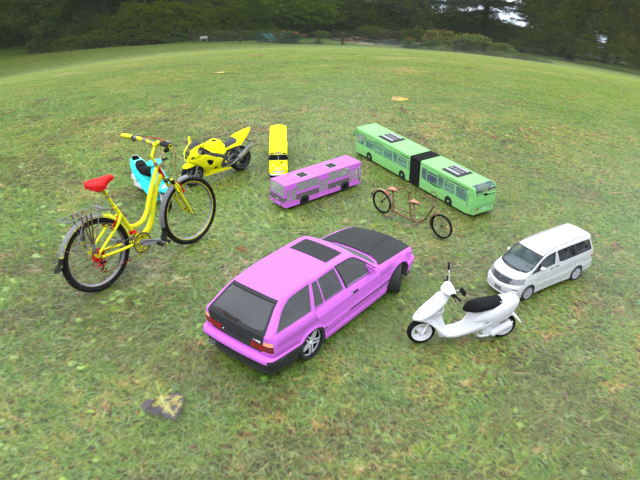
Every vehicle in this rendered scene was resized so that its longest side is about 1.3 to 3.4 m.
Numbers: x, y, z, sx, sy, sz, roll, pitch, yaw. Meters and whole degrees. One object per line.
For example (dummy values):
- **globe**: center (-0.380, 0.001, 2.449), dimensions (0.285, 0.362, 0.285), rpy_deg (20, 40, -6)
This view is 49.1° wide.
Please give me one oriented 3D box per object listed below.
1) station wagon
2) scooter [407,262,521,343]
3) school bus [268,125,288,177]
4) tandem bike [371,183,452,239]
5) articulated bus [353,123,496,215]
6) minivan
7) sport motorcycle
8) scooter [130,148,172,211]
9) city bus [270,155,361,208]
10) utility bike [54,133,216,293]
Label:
- **station wagon**: center (-0.010, 0.488, 8.866), dimensions (1.327, 0.920, 3.105), rpy_deg (22, 36, 33)
- **scooter**: center (1.733, 0.803, 8.304), dimensions (1.399, 0.919, 0.662), rpy_deg (-3, 29, -6)
- **school bus**: center (-0.789, -1.696, 13.283), dimensions (0.365, 0.434, 1.708), rpy_deg (-1, 29, -3)
- **tandem bike**: center (1.415, -0.544, 10.962), dimensions (0.283, 0.682, 1.642), rpy_deg (-25, 38, -37)
- **articulated bus**: center (1.759, -1.335, 12.505), dimensions (0.605, 0.561, 3.401), rpy_deg (-17, 33, -27)
- **minivan**: center (3.011, 0.279, 9.555), dimensions (1.548, 0.616, 0.681), rpy_deg (-17, 33, -27)
- **sport motorcycle**: center (-1.847, -1.508, 12.549), dimensions (1.520, 0.821, 0.506), rpy_deg (-24, 37, -36)
- **scooter**: center (-2.849, -1.099, 11.715), dimensions (0.662, 0.919, 1.399), rpy_deg (-20, 35, -32)
- **city bus**: center (-0.053, -0.991, 11.991), dimensions (1.674, 0.460, 0.476), rpy_deg (-21, 35, -33)
- **utility bike**: center (-2.566, -0.480, 9.660), dimensions (1.039, 1.839, 2.791), rpy_deg (21, 35, 33)
